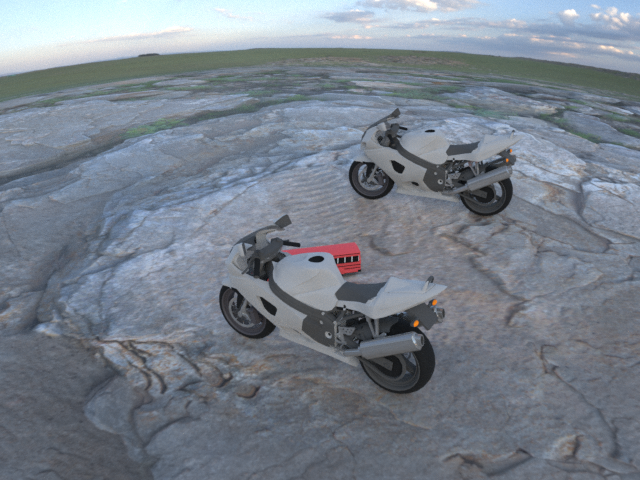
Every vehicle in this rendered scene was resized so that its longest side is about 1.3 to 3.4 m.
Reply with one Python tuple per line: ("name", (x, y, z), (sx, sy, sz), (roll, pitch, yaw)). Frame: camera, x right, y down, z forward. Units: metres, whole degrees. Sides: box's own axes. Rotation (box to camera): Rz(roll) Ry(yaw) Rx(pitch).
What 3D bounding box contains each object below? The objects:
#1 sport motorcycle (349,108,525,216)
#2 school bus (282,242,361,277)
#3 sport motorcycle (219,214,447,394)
("sport motorcycle", (1.915, -1.301, 12.056), (2.955, 1.596, 0.983), (9, 29, 18))
("school bus", (-0.268, 0.361, 10.097), (1.708, 0.434, 0.365), (-6, 28, -12))
("sport motorcycle", (0.013, 0.754, 8.065), (2.955, 1.596, 0.983), (15, 31, 27))
